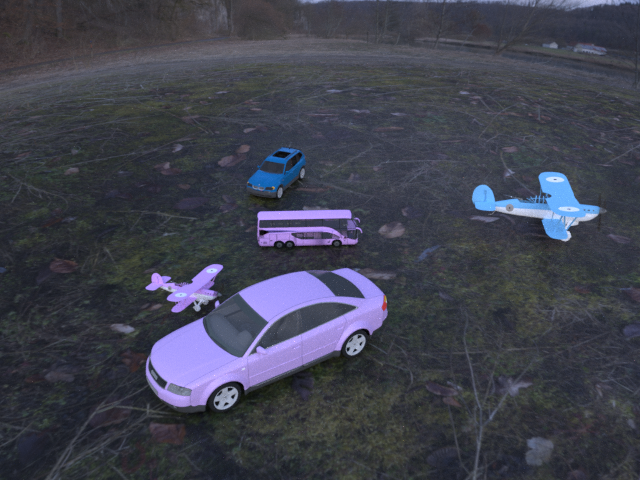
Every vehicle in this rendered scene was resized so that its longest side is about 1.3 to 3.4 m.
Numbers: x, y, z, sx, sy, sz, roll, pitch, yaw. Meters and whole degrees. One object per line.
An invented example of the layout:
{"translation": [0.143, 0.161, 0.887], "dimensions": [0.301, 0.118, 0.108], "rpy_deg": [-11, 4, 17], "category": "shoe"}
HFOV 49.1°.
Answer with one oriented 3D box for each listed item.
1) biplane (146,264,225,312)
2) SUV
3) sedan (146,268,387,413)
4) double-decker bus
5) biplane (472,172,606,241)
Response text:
{"translation": [-1.852, 0.676, 9.741], "dimensions": [1.090, 0.504, 1.336], "rpy_deg": [9, 30, 17], "category": "biplane"}
{"translation": [-0.803, -1.296, 13.226], "dimensions": [0.656, 0.580, 1.572], "rpy_deg": [12, 31, 21], "category": "SUV"}
{"translation": [-0.601, 1.069, 8.581], "dimensions": [3.137, 0.940, 1.235], "rpy_deg": [-18, 34, -29], "category": "sedan"}
{"translation": [-0.172, -0.185, 11.259], "dimensions": [1.672, 0.541, 0.389], "rpy_deg": [-1, 29, -2], "category": "double-decker bus"}
{"translation": [3.566, -0.549, 11.463], "dimensions": [2.120, 0.981, 2.598], "rpy_deg": [5, 29, 10], "category": "biplane"}
